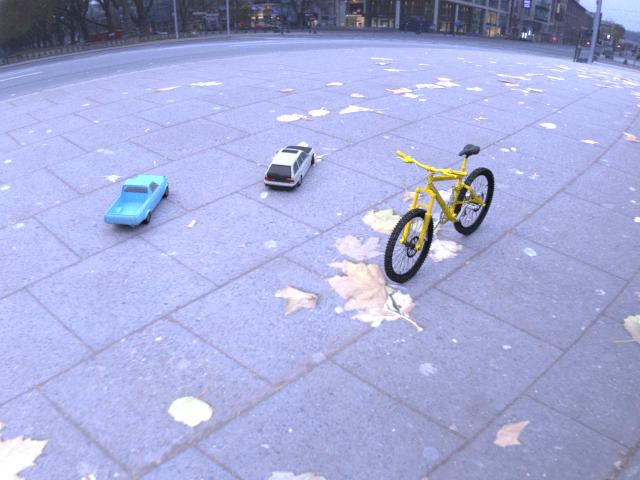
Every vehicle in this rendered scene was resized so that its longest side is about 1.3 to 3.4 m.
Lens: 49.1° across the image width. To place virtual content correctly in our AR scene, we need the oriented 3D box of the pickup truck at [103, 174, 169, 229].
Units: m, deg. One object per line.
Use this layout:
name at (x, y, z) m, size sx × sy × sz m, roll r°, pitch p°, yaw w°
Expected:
pickup truck at (-3.028, -0.709, 11.639) m, size 0.640 × 0.511 × 1.603 m, roll 4°, pitch 31°, yaw 6°

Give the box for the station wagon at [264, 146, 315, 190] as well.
station wagon at (-0.538, -1.433, 12.903) m, size 0.682 × 0.473 × 1.597 m, roll 7°, pitch 31°, yaw 12°

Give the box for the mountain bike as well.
mountain bike at (1.818, -0.519, 10.160) m, size 1.114 × 1.688 × 2.857 m, roll 24°, pitch 38°, yaw 34°
